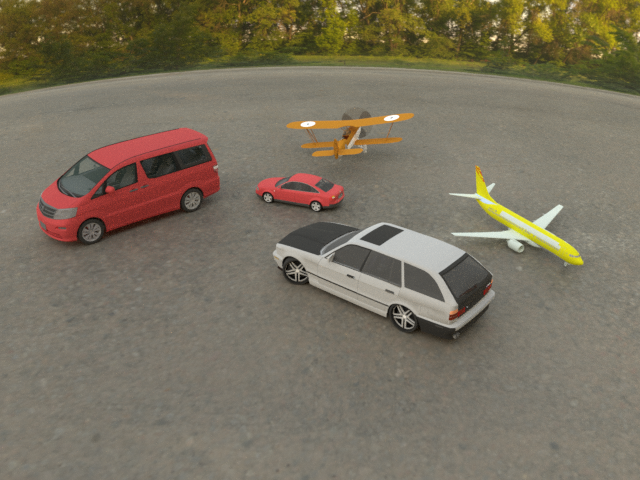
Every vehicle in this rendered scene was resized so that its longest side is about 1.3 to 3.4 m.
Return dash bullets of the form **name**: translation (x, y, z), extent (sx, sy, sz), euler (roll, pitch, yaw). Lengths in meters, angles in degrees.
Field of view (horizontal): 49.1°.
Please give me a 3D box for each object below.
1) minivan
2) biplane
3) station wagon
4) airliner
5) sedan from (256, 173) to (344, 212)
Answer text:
- **minivan**: translation (-3.173, -0.953, 11.626), extent (3.011, 1.197, 1.324), euler (-22, 34, -36)
- **biplane**: translation (0.497, -2.001, 13.891), extent (2.598, 0.981, 2.120), euler (7, 28, 13)
- **station wagon**: translation (0.768, 0.305, 9.492), extent (3.105, 0.920, 1.327), euler (21, 34, 34)
- **airliner**: translation (3.169, -0.379, 10.909), extent (2.257, 0.835, 2.541), euler (-14, 30, -25)
- **sedan**: translation (-0.368, -0.900, 12.301), extent (1.613, 0.483, 0.635), euler (11, 29, 20)
